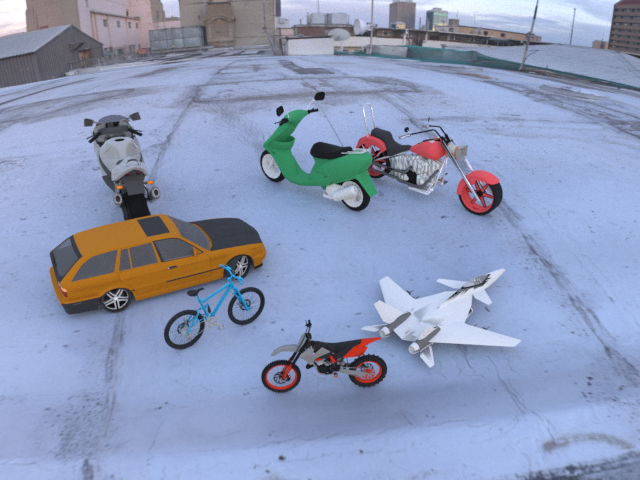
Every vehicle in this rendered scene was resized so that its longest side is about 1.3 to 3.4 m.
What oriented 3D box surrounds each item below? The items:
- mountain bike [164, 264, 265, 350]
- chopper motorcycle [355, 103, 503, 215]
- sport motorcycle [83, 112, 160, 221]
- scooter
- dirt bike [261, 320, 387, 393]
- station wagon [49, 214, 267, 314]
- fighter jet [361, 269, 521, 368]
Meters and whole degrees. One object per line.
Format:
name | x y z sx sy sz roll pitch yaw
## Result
mountain bike | -1.355 0.882 9.087 1.469 0.868 0.573 -19 34 -30
chopper motorcycle | 1.917 -1.490 12.718 3.040 1.480 0.906 22 36 34
sport motorcycle | -3.336 -1.135 11.959 0.983 1.596 2.955 -11 31 -20
scooter | -0.100 -1.609 12.615 2.721 1.786 1.288 22 36 34
dirt bike | 0.056 1.411 8.149 1.493 0.857 0.527 -3 29 -5
station wagon | -2.337 0.173 10.307 3.105 0.920 1.327 -14 32 -24
fighter jet | 1.862 0.750 9.643 2.229 0.557 2.640 25 38 38
